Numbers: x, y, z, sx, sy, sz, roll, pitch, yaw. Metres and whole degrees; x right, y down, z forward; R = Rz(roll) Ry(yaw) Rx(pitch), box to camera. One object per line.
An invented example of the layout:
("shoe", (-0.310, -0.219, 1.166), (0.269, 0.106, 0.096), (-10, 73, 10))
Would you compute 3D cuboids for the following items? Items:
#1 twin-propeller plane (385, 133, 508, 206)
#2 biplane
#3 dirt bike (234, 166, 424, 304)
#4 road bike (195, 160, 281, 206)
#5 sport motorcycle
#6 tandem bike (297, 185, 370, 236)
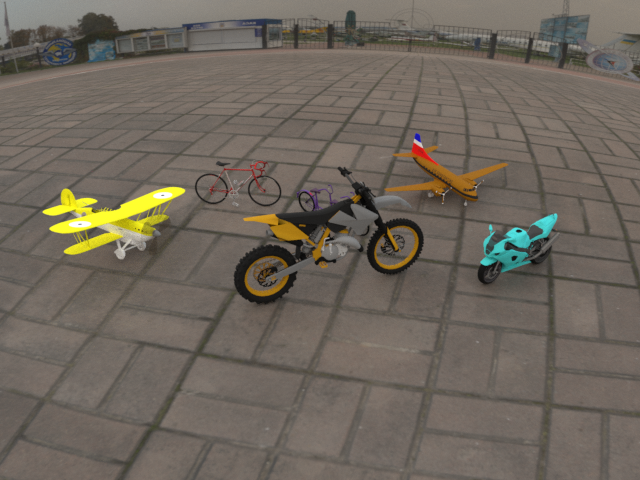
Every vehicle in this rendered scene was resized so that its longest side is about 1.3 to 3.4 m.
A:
("twin-propeller plane", (2.257, -1.290, 12.867), (2.663, 0.792, 2.129), (-14, 32, -22))
("biplane", (-3.280, -0.326, 10.988), (2.120, 0.981, 2.598), (16, 33, 26))
("dirt bike", (0.179, -0.042, 9.799), (2.903, 1.666, 1.024), (-11, 32, -19))
("road bike", (-1.447, -0.993, 12.286), (1.545, 0.852, 0.358), (3, 30, 4))
("sport motorcycle", (2.926, 0.124, 10.361), (1.520, 0.821, 0.506), (-18, 34, -28))
("tandem bike", (0.200, -0.582, 11.737), (1.642, 0.682, 0.283), (25, 38, 36))
